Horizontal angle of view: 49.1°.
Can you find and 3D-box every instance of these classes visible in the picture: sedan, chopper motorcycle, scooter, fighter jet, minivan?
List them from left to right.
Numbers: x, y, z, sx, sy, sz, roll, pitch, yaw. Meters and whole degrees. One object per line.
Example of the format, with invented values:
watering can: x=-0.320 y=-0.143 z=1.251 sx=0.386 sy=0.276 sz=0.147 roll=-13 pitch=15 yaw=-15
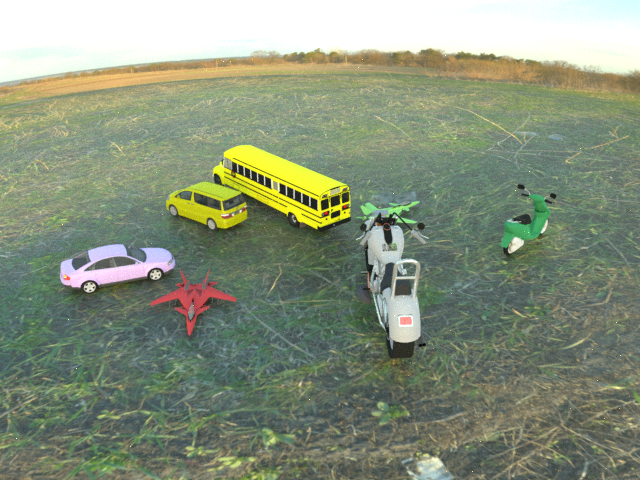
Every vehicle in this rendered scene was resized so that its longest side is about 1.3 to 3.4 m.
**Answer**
sedan: x=-2.919 y=0.342 z=10.124 sx=1.613 sy=0.483 sz=0.635 roll=-10 pitch=28 yaw=-20
fighter jet: x=-1.703 y=0.822 z=9.363 sx=1.147 sy=0.286 sz=1.358 roll=-2 pitch=26 yaw=-5
minivan: x=-1.978 y=-0.651 z=12.011 sx=1.548 sy=0.616 sz=0.681 roll=19 pitch=32 yaw=33
chopper motorcycle: x=0.884 y=0.277 z=9.119 sx=0.906 sy=1.480 sz=3.040 roll=-1 pitch=26 yaw=-3
fighter jet: x=1.306 y=-0.572 z=12.225 sx=1.358 sy=0.286 sz=1.147 roll=-22 pitch=33 yaw=-37
scooter: x=3.274 y=-0.332 z=11.011 sx=0.662 sy=0.919 sz=1.399 roll=23 pitch=34 yaw=38

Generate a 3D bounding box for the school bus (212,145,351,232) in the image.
school bus: x=-0.813 y=-1.003 z=12.474 sx=0.709 sy=0.844 sz=3.322 roll=-21 pitch=33 yaw=-36
